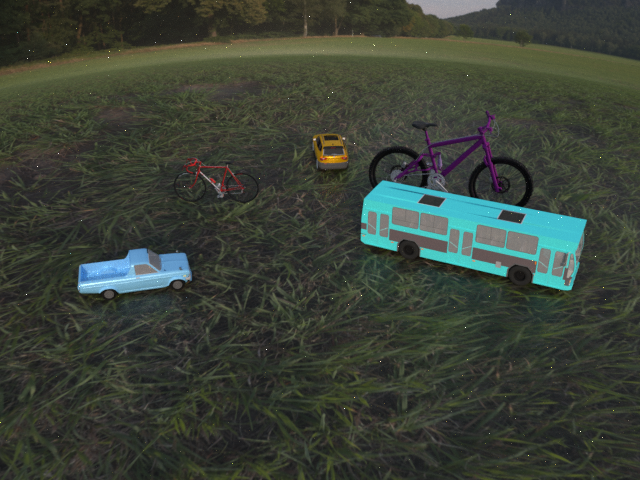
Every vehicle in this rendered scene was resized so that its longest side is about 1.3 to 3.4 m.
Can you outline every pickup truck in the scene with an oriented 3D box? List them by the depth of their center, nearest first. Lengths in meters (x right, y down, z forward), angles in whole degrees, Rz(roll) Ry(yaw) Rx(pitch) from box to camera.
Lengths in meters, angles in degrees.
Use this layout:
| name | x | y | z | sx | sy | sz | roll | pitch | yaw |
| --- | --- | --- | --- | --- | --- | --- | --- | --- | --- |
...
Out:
| name | x | y | z | sx | sy | sz | roll | pitch | yaw |
| --- | --- | --- | --- | --- | --- | --- | --- | --- | --- |
| pickup truck | -2.684 | 0.448 | 10.151 | 1.603 | 0.511 | 0.640 | -7 | 30 | -13 |

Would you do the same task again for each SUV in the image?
| name | x | y | z | sx | sy | sz | roll | pitch | yaw |
| --- | --- | --- | --- | --- | --- | --- | --- | --- | --- |
| SUV | 0.207 | -1.897 | 14.324 | 0.656 | 0.580 | 1.572 | -3 | 29 | -5 |

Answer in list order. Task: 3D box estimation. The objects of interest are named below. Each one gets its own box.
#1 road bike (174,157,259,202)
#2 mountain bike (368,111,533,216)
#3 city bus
| name | x | y | z | sx | sy | sz | roll | pitch | yaw |
| --- | --- | --- | --- | --- | --- | --- | --- | --- | --- |
| road bike | -1.864 | -1.059 | 12.527 | 1.545 | 0.852 | 0.358 | 1 | 29 | 2 |
| mountain bike | 2.247 | -1.295 | 12.090 | 2.857 | 1.688 | 1.114 | 8 | 30 | 14 |
| city bus | 2.277 | -0.080 | 10.710 | 3.255 | 0.894 | 0.926 | 13 | 32 | 23 |
